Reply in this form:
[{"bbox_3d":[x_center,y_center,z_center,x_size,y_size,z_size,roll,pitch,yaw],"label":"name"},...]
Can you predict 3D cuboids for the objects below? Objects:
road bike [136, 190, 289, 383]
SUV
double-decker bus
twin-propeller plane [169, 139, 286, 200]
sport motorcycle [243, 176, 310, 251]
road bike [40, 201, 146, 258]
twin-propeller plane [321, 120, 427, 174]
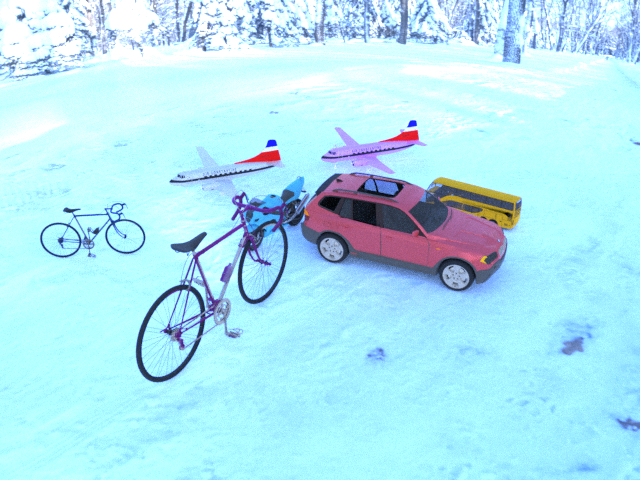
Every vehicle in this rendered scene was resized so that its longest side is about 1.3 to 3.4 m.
[{"bbox_3d":[-1.216,0.466,8.568,0.697,1.656,3.004,16,32,26],"label":"road bike"},{"bbox_3d":[1.226,-0.227,10.389,3.058,1.128,1.276,12,31,21],"label":"SUV"},{"bbox_3d":[2.533,-0.641,11.762,1.672,0.541,0.389,19,34,31],"label":"double-decker bus"},{"bbox_3d":[-1.712,-1.341,12.782,2.129,0.792,2.663,-11,31,-20],"label":"twin-propeller plane"},{"bbox_3d":[-0.714,-0.427,11.077,0.506,0.821,1.520,19,34,30],"label":"sport motorcycle"},{"bbox_3d":[-3.424,-0.136,10.511,1.545,0.852,0.358,-3,29,-6],"label":"road bike"},{"bbox_3d":[1.009,-1.873,13.758,2.129,0.792,2.663,-11,30,-19],"label":"twin-propeller plane"}]
